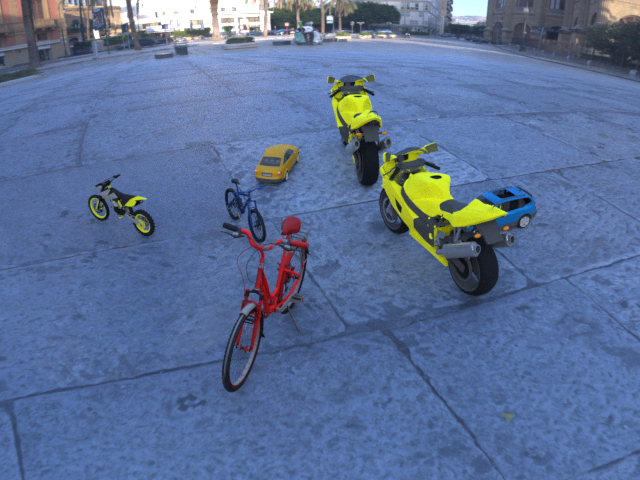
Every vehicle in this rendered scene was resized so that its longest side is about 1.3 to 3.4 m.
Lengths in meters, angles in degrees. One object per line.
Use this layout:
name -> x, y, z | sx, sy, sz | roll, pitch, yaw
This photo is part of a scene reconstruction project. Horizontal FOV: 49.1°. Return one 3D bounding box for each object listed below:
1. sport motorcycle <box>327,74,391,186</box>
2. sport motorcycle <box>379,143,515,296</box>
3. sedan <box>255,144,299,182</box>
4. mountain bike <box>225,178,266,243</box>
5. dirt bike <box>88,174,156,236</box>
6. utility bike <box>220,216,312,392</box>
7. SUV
sport motorcycle -> 0.735, -2.235, 13.763 | 0.983, 1.596, 2.955 | -4, 30, -7
sport motorcycle -> 1.723, -0.381, 10.487 | 0.983, 1.596, 2.955 | -14, 32, -23
sedan -> -0.827, -1.588, 13.751 | 0.635, 0.483, 1.613 | 6, 30, 11
mountain bike -> -1.254, -0.551, 11.527 | 0.573, 0.868, 1.469 | -16, 33, -27
dirt bike -> -3.331, -0.579, 11.587 | 1.493, 0.857, 0.527 | 17, 34, 27
utility bike -> -0.516, 0.524, 8.640 | 1.039, 1.839, 2.791 | 9, 31, 16
SUV -> 2.884, -0.491, 11.712 | 1.572, 0.580, 0.656 | -13, 32, -22
